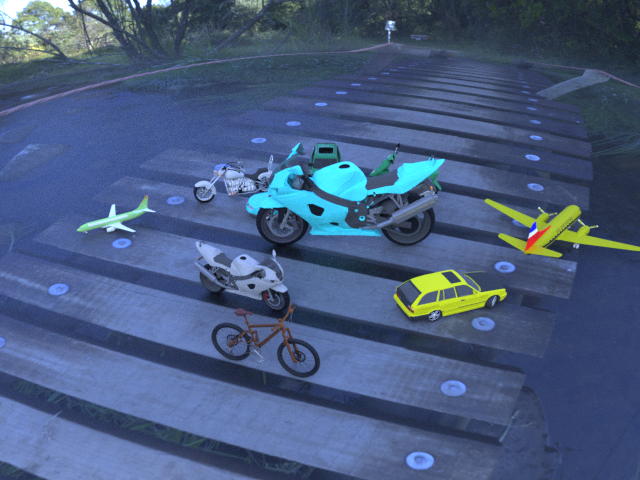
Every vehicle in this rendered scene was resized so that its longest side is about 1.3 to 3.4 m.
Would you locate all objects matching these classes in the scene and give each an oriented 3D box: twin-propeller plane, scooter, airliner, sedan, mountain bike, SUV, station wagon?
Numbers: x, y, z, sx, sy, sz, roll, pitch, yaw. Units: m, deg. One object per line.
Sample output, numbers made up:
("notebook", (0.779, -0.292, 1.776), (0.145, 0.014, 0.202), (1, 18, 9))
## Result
("twin-propeller plane", (3.780, -0.254, 11.292), (2.663, 0.792, 2.129), (22, 37, 34))
("scooter", (1.542, -1.227, 12.867), (1.399, 0.919, 0.662), (7, 30, 12))
("airliner", (-3.517, -0.430, 11.966), (1.307, 0.429, 1.161), (-17, 34, -27))
("sedan", (-0.499, -0.697, 12.379), (1.613, 0.483, 0.635), (-1, 30, -1))
("mountain bike", (-0.690, 1.231, 8.616), (1.469, 0.868, 0.573), (11, 31, 18))
("SUV", (0.109, -1.403, 13.518), (0.656, 0.580, 1.572), (1, 30, 1))
("station wagon", (1.868, 0.714, 9.919), (1.597, 0.473, 0.682), (-11, 31, -18))

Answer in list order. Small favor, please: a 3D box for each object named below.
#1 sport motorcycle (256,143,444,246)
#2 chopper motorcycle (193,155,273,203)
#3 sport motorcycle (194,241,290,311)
("sport motorcycle", (0.443, -0.627, 11.135), (2.955, 1.596, 0.983), (0, 30, 0))
("chopper motorcycle", (-1.548, -1.120, 12.839), (1.563, 0.761, 0.466), (-8, 31, -14))
("sport motorcycle", (-1.102, 0.509, 9.927), (1.520, 0.821, 0.506), (14, 33, 23))
